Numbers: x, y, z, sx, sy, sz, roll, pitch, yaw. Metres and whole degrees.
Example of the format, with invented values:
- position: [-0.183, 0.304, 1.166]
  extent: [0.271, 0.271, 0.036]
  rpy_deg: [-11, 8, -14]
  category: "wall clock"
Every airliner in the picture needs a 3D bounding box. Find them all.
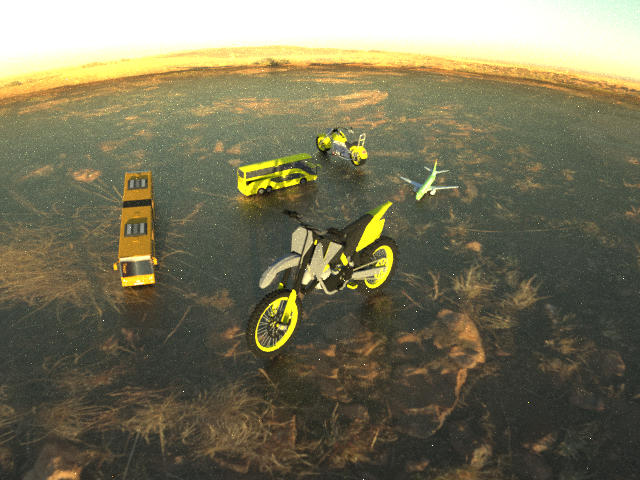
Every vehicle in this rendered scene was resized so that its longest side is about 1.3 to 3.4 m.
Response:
- position: [2.049, -1.148, 13.378]
  extent: [1.161, 0.429, 1.307]
  rpy_deg: [12, 30, 21]
  category: "airliner"

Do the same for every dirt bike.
- position: [0.133, 0.380, 9.164]
  extent: [1.024, 1.666, 2.903]
  rpy_deg: [24, 36, 37]
  category: "dirt bike"

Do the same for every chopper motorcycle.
- position: [0.439, -2.054, 14.735]
  extent: [0.466, 0.761, 1.563]
  rpy_deg: [-20, 34, -33]
  category: "chopper motorcycle"

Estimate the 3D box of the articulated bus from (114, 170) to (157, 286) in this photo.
- position: [-3.017, -0.299, 11.630]
  extent: [0.605, 0.561, 3.401]
  rpy_deg: [-6, 28, -11]
  category: "articulated bus"

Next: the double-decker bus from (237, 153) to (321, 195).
- position: [-0.784, -1.280, 13.508]
  extent: [1.672, 0.541, 0.389]
  rpy_deg: [-16, 32, -28]
  category: "double-decker bus"
